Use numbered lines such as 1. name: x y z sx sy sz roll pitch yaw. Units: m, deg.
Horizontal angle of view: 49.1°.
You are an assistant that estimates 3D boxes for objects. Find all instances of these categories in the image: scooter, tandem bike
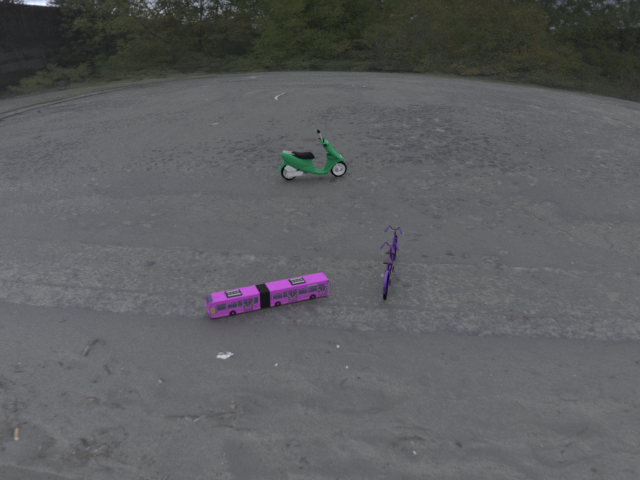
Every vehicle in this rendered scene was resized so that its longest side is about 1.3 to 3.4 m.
1. scooter: -0.144 -1.650 13.881 1.399 0.919 0.662 -5 27 -9
2. tandem bike: 1.047 0.269 10.355 0.283 0.682 1.642 5 27 10

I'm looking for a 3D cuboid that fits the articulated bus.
1. articulated bus: -0.709 0.768 9.804 1.749 0.289 0.311 -10 29 -19
